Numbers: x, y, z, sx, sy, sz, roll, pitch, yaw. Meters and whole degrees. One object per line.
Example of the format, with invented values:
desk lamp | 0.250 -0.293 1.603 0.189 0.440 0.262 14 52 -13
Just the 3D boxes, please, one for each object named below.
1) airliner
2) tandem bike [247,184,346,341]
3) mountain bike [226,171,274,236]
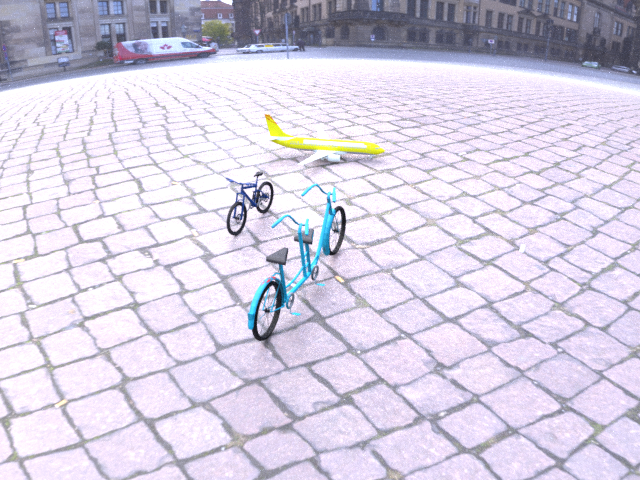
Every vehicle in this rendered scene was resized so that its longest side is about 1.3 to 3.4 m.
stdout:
airliner | 0.074 -2.118 14.351 2.541 0.835 2.257 4 28 8
tandem bike | -0.231 0.149 9.570 0.550 1.326 3.192 11 30 20
mountain bike | -1.149 -0.677 11.609 0.573 0.868 1.469 13 31 22
